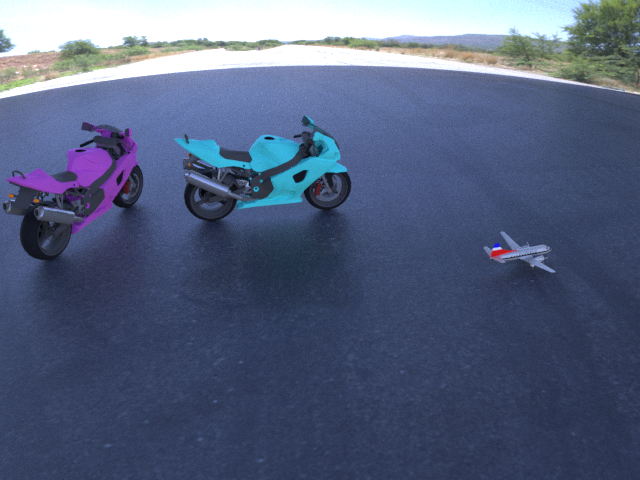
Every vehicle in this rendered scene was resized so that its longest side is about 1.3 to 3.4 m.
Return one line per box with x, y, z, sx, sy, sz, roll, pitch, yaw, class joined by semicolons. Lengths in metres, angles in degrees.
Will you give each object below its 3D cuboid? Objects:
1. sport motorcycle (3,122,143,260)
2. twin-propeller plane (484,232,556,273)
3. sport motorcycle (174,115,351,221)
-3.806;-0.863;11.292;0.983;1.596;2.955;10;29;19;sport motorcycle
3.058;0.158;10.625;1.095;0.407;1.370;-9;29;-17;twin-propeller plane
-0.898;-1.152;11.843;2.955;1.596;0.983;-6;28;-11;sport motorcycle
